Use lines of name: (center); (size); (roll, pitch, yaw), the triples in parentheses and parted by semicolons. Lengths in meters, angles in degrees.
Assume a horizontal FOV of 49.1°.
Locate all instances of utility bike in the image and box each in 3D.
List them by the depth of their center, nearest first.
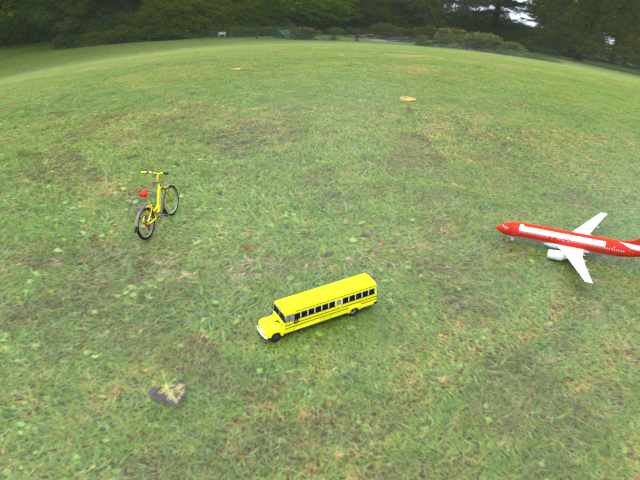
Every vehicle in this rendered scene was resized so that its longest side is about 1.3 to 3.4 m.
utility bike: (-2.761, -0.644, 11.585); (0.535, 0.946, 1.435); (9, 32, 15)

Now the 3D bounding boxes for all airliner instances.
airliner: (4.029, -0.142, 10.848); (2.541, 0.835, 2.257); (13, 33, 21)

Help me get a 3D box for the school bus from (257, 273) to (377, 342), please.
school bus: (-0.035, 0.903, 9.478); (1.708, 0.434, 0.365); (-16, 34, -24)
